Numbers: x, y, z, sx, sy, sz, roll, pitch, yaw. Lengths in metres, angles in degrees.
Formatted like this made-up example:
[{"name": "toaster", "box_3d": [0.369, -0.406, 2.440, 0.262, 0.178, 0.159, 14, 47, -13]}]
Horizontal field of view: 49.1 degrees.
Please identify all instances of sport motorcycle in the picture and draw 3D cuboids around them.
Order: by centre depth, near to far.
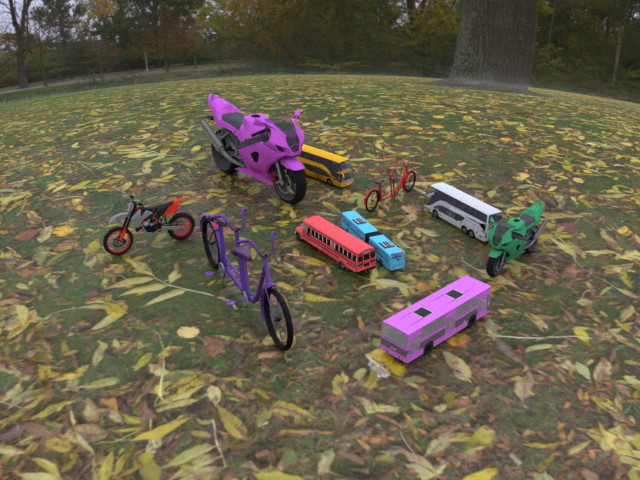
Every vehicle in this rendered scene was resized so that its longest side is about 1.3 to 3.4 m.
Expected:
[{"name": "sport motorcycle", "box_3d": [2.903, -0.024, 10.409, 0.506, 0.821, 1.520, 21, 33, 36]}, {"name": "sport motorcycle", "box_3d": [-1.214, -1.747, 13.052, 0.983, 1.596, 2.955, -20, 32, -35]}]

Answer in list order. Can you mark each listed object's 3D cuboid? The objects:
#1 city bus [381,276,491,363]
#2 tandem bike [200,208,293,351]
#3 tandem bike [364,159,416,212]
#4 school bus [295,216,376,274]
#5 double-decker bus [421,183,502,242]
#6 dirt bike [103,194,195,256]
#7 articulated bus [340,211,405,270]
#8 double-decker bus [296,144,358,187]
[{"name": "city bus", "box_3d": [1.476, 0.983, 8.758, 1.674, 0.460, 0.476, -22, 34, -38]}, {"name": "tandem bike", "box_3d": [-1.058, 0.247, 9.280, 0.550, 1.326, 3.192, -13, 29, -24]}, {"name": "tandem bike", "box_3d": [1.282, -1.012, 12.589, 0.283, 0.682, 1.642, 20, 32, 35]}, {"name": "school bus", "box_3d": [0.191, 0.030, 10.738, 0.365, 0.434, 1.708, -17, 31, -31]}, {"name": "double-decker bus", "box_3d": [2.346, -0.497, 11.696, 0.389, 0.541, 1.672, -14, 29, -27]}, {"name": "dirt bike", "box_3d": [-2.651, -0.271, 10.874, 1.493, 0.857, 0.527, -16, 30, -29]}, {"name": "articulated bus", "box_3d": [0.802, -0.017, 11.002, 0.311, 0.289, 1.749, -11, 28, -21]}, {"name": "double-decker bus", "box_3d": [-0.011, -1.469, 13.686, 0.389, 0.541, 1.672, -24, 35, -39]}]
